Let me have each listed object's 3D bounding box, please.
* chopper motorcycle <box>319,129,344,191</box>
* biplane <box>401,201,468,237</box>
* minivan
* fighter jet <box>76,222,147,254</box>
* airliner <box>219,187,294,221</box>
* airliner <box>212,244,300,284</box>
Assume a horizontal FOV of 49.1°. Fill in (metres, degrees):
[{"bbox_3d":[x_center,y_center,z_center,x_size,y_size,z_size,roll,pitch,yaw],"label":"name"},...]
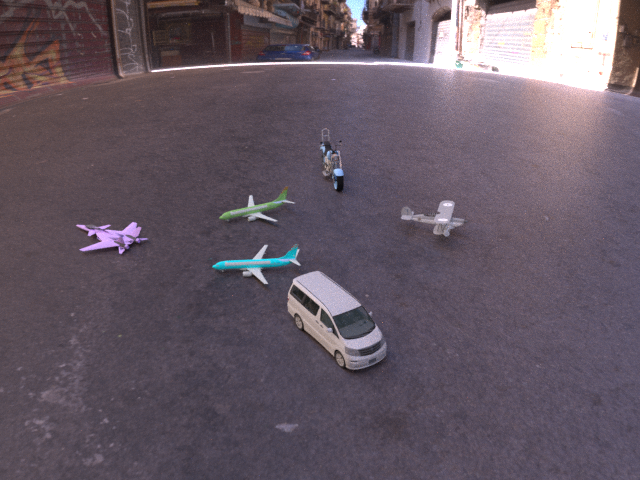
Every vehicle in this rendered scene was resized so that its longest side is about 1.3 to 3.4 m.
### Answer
[{"bbox_3d":[0.231,-1.553,13.454,0.466,0.761,1.563,-5,28,-9],"label":"chopper motorcycle"},{"bbox_3d":[1.870,-0.352,11.461,1.090,0.504,1.336,7,29,13],"label":"biplane"},{"bbox_3d":[0.201,0.989,8.811,0.681,0.616,1.548,-17,32,-29],"label":"minivan"},{"bbox_3d":[-3.493,-0.153,11.318,1.358,0.286,1.147,16,32,28],"label":"fighter jet"},{"bbox_3d":[-1.116,-0.611,12.029,1.307,0.429,1.161,-13,31,-23],"label":"airliner"},{"bbox_3d":[-0.945,0.270,10.366,1.307,0.429,1.161,-2,28,-3],"label":"airliner"}]
